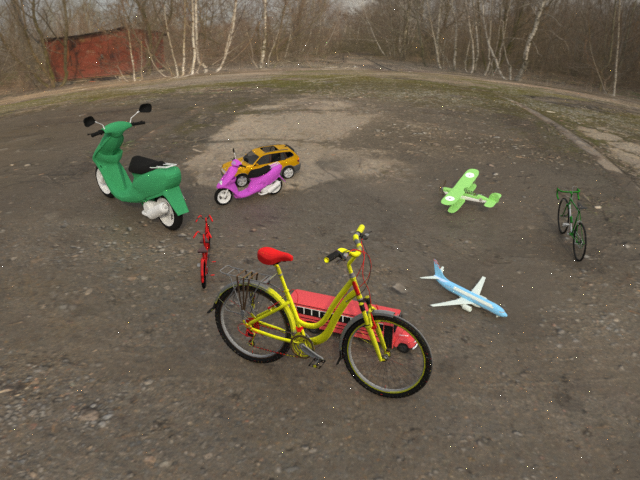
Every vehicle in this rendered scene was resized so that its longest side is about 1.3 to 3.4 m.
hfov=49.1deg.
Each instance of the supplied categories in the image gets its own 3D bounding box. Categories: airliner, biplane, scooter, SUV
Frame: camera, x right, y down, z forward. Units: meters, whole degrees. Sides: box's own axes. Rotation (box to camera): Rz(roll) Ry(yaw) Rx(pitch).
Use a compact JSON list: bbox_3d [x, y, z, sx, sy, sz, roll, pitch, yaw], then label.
[{"bbox_3d":[2.020,0.669,9.554,1.161,0.429,1.307,-22,34,-36],"label":"airliner"},{"bbox_3d":[2.617,-0.778,12.335,1.090,0.504,1.336,16,31,28],"label":"biplane"},{"bbox_3d":[-3.154,-1.273,11.893,2.721,1.786,1.288,24,35,39],"label":"scooter"},{"bbox_3d":[-1.270,-1.158,12.628,1.399,0.919,0.662,-14,30,-26],"label":"scooter"},{"bbox_3d":[-1.156,-1.489,13.658,1.572,0.580,0.656,-12,29,-23],"label":"SUV"}]

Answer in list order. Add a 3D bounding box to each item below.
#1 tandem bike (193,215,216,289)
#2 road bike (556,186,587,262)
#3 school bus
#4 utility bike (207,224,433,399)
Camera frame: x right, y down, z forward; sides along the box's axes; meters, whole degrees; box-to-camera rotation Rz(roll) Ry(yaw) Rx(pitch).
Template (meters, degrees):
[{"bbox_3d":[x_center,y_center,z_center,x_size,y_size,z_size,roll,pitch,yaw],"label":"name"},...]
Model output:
[{"bbox_3d":[-1.708,0.105,10.391,0.283,0.682,1.642,-2,27,-5],"label":"tandem bike"},{"bbox_3d":[3.966,-0.295,10.993,0.358,0.852,1.545,1,27,3],"label":"road bike"},{"bbox_3d":[0.419,1.013,8.867,1.708,0.434,0.365,10,28,19],"label":"school bus"},{"bbox_3d":[-0.036,0.722,7.887,2.791,1.839,1.039,11,29,21],"label":"utility bike"}]
